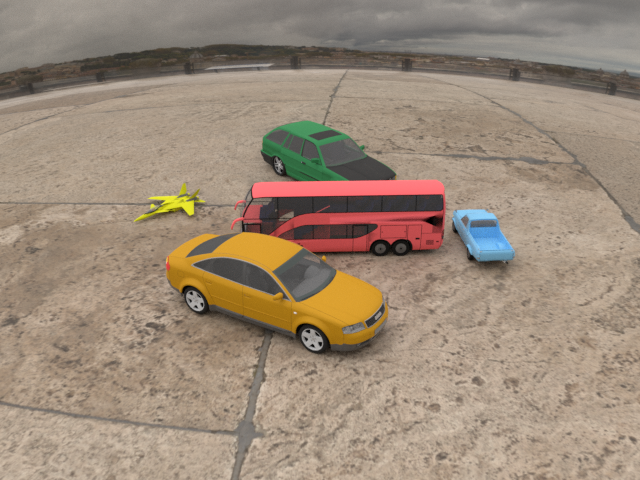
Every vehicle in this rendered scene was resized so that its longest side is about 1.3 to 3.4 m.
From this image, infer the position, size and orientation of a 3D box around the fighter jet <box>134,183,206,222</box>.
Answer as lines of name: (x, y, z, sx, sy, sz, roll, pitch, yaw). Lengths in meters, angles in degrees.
fighter jet: (-2.699, -0.623, 12.187, 1.147, 0.286, 1.358, 20, 33, 34)

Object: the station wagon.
station wagon: (0.138, -1.555, 13.332, 1.327, 0.920, 3.105, -19, 33, -33)

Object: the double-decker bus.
double-decker bus: (0.284, -0.349, 10.795, 3.251, 1.052, 0.756, -1, 27, -2)

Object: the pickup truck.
pickup truck: (2.528, -0.121, 10.945, 0.640, 0.511, 1.603, -2, 27, -4)

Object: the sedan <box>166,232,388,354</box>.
sedan: (-0.603, 0.536, 9.166, 3.137, 0.940, 1.235, 15, 30, 27)
